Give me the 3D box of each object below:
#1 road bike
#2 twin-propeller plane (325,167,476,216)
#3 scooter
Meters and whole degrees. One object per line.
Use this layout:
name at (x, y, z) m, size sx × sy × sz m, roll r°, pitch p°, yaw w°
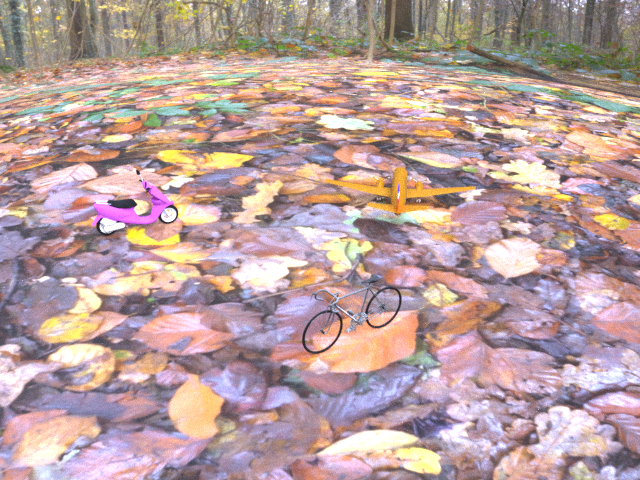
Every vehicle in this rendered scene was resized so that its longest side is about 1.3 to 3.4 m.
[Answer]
road bike at (0.424, 0.876, 8.653) m, size 1.545 × 0.852 × 0.358 m, roll -18°, pitch 32°, yaw -30°
twin-propeller plane at (1.386, -0.956, 12.231) m, size 2.663 × 0.792 × 2.129 m, roll 3°, pitch 28°, yaw 6°
scooter at (-3.016, -0.586, 11.384) m, size 1.399 × 0.919 × 0.662 m, roll -12°, pitch 30°, yaw -22°
